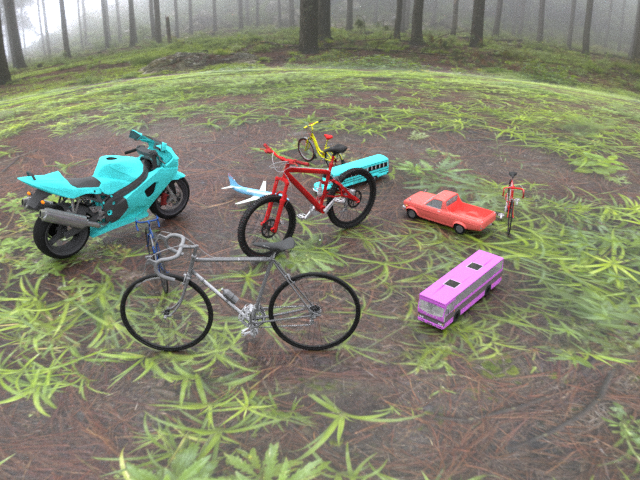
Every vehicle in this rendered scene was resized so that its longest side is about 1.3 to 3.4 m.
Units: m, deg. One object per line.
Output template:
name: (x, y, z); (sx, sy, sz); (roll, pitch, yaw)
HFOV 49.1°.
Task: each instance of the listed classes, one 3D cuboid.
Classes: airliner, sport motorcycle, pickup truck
airliner: (-1.172, -0.963, 13.158); (1.307, 0.429, 1.161); (11, 29, 20)
sport motorcycle: (-3.403, -0.769, 11.519); (0.983, 1.596, 2.955); (24, 36, 38)
pickup truck: (2.252, -0.544, 12.263); (1.603, 0.511, 0.640); (20, 34, 34)

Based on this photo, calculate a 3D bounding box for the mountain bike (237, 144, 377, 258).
mountain bike: (-0.143, -0.721, 11.329); (2.857, 1.688, 1.114); (-21, 34, -34)

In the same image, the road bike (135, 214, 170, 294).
road bike: (-2.473, 0.175, 10.510); (0.358, 0.852, 1.545); (-11, 29, -21)

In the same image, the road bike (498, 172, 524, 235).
road bike: (3.325, -0.710, 12.213); (0.358, 0.852, 1.545); (6, 28, 11)

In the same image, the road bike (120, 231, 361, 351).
road bike: (-0.992, 0.690, 8.646); (3.004, 1.656, 0.696); (0, 27, -1)

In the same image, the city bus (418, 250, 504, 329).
city bus: (2.015, 0.694, 9.935); (0.476, 0.460, 1.674); (21, 34, 35)

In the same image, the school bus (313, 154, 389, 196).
school bus: (0.611, -1.280, 13.764); (1.708, 0.434, 0.365); (-20, 33, -33)

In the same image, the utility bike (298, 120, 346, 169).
utility bike: (-0.021, -1.936, 14.470); (0.535, 0.946, 1.435); (-24, 36, -38)
